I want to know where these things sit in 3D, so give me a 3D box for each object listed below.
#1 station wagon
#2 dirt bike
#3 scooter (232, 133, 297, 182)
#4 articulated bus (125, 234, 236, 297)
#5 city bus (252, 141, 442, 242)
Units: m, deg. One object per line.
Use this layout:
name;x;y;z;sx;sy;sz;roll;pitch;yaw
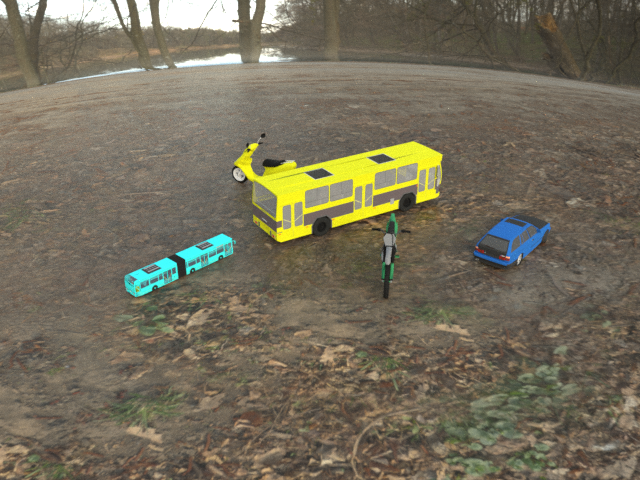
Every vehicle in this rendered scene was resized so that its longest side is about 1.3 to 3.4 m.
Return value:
station wagon;2.956;-0.072;10.620;0.682;0.473;1.597;21;34;34
dirt bike;0.982;0.154;9.779;0.527;0.857;1.493;4;28;7
scooter;-1.000;-1.374;12.613;1.399;0.919;0.662;12;30;22
articulated bus;-1.973;0.342;10.032;0.311;0.289;1.749;24;36;37
city bus;0.512;-0.809;11.566;3.255;0.894;0.926;-16;32;-28
